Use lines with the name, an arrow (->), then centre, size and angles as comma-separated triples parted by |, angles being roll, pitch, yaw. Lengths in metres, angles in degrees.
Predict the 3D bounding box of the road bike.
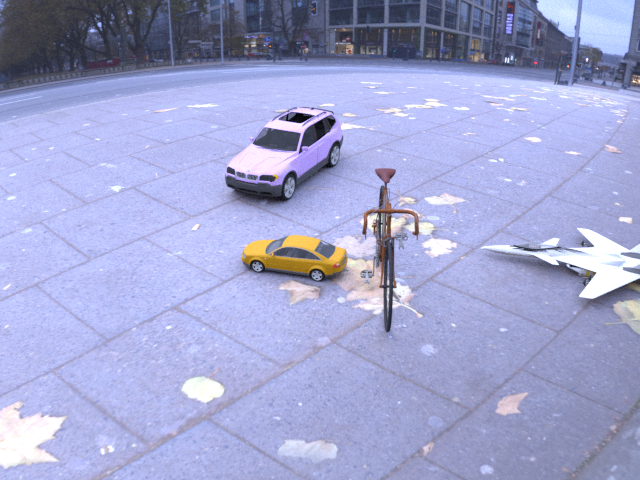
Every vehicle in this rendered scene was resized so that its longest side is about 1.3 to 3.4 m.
road bike -> 0.900, -0.047, 9.639 | 0.696, 1.656, 3.004 | 1, 27, 2

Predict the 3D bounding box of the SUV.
SUV -> -0.627, -1.762, 13.569 | 1.276, 1.128, 3.058 | 13, 30, 24

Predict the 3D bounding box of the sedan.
sedan -> -0.393, 0.206, 10.433 | 1.613, 0.483, 0.635 | 8, 28, 14

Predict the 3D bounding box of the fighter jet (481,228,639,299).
fighter jet -> 3.758, 0.150, 10.460 | 2.640, 0.557, 2.229 | 8, 28, 15
